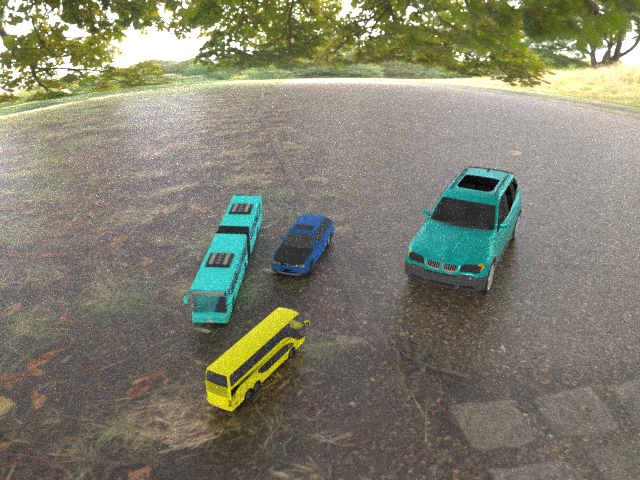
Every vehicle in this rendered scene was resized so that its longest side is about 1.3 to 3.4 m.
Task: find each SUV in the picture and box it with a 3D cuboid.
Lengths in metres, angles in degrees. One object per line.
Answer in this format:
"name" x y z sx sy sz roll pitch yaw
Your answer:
"SUV" 2.298 -0.262 10.785 1.276 1.128 3.058 12 28 23

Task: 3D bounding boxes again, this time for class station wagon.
"station wagon" -0.256 0.023 10.948 0.682 0.473 1.597 8 27 15

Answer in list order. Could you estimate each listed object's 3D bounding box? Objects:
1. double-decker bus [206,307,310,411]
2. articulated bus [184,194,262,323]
"double-decker bus" -0.701 1.330 8.170 0.389 0.541 1.672 14 29 26
"articulated bus" -1.344 0.158 10.568 0.605 0.561 3.401 2 26 3
